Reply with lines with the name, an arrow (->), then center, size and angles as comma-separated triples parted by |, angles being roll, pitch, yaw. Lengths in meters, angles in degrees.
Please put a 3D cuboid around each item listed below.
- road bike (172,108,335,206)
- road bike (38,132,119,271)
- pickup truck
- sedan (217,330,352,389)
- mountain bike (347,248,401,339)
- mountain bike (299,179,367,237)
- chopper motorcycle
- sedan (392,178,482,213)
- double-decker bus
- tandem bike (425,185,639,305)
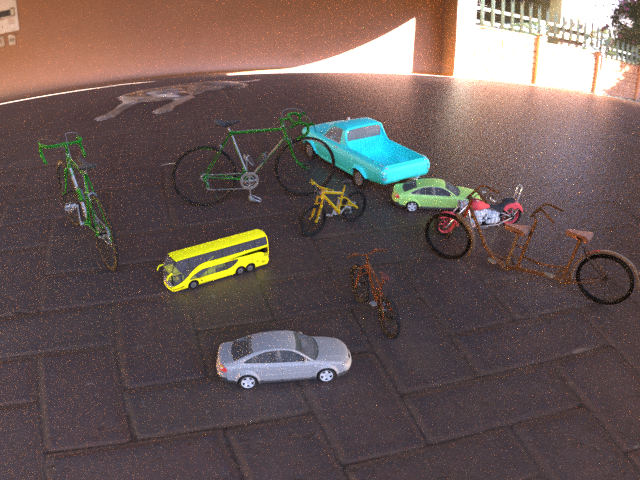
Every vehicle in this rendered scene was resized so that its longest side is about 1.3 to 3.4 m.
road bike -> -1.168, -1.465, 12.603 | 3.004, 1.656, 0.697 | -7, 28, -13
road bike -> -3.749, -0.671, 11.056 | 0.696, 1.656, 3.004 | -17, 32, -29
pickup truck -> 0.831, -1.878, 14.135 | 1.244, 0.993, 3.117 | -16, 31, -28
sedan -> -0.427, 1.370, 8.360 | 1.613, 0.483, 0.635 | -3, 27, -7
mountain bike -> 0.724, 0.665, 9.314 | 0.573, 0.868, 1.469 | -10, 29, -19
mountain bike -> 0.232, -0.591, 11.763 | 1.469, 0.868, 0.573 | -20, 33, -34
chopper motorcycle -> 2.673, -0.505, 11.712 | 1.563, 0.761, 0.466 | -6, 28, -12
sedan -> 2.112, -0.831, 12.653 | 1.613, 0.483, 0.635 | 2, 27, 4
double-decker bus -> -1.553, 0.303, 10.377 | 1.672, 0.541, 0.389 | -16, 31, -29
tandem bike -> 2.975, 0.013, 10.084 | 3.192, 1.326, 0.550 | 17, 32, 30
